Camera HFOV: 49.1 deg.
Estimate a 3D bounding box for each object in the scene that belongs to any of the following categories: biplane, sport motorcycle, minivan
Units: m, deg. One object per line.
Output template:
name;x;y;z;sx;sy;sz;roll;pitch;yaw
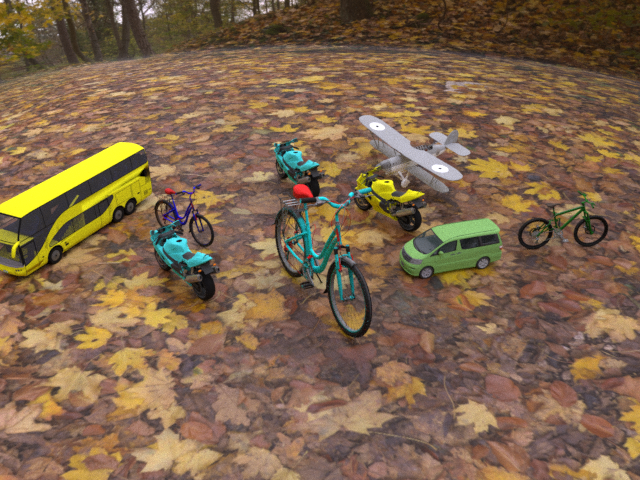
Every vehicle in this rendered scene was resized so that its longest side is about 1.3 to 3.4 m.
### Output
biplane;1.880;-1.590;13.233;2.120;0.981;2.598;-21;36;-31
sport motorcycle;-0.430;-1.329;12.942;0.506;0.821;1.520;-17;34;-27
minivan;1.987;0.107;10.677;1.548;0.616;0.681;-8;31;-14
sport motorcycle;1.141;-0.699;11.860;0.506;0.821;1.520;-26;39;-37
sport motorcycle;-1.998;0.287;10.163;0.506;0.821;1.520;-25;38;-36

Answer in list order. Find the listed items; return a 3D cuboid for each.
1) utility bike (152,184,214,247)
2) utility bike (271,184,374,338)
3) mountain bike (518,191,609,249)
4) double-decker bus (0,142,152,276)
utility bike;-2.211;-0.479;11.356;1.435;0.946;0.535;21;36;32
utility bike;0.048;0.011;9.625;1.039;1.839;2.791;-15;34;-25
mountain bike;3.867;-0.255;11.048;1.469;0.868;0.573;-3;30;-4
double-decker bus;-3.995;-0.552;11.377;0.756;1.052;3.251;14;33;22
